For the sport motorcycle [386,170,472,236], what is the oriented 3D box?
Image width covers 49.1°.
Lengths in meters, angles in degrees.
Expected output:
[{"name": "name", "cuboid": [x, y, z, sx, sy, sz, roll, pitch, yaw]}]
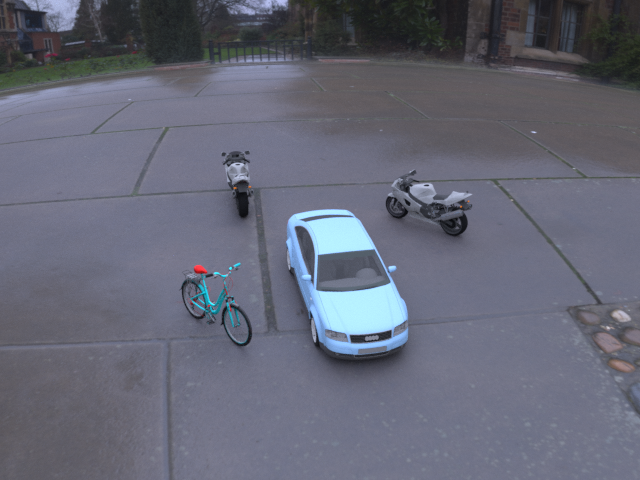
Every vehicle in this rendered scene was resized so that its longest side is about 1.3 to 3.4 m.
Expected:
[{"name": "sport motorcycle", "cuboid": [1.720, -0.591, 11.263, 1.520, 0.821, 0.506, 19, 33, 32]}]

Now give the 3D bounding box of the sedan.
[{"name": "sedan", "cuboid": [0.290, 0.387, 9.281, 1.235, 0.940, 3.137, -5, 28, -10]}]

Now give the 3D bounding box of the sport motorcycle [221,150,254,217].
[{"name": "sport motorcycle", "cuboid": [-1.395, -1.004, 12.045, 0.506, 0.821, 1.520, -6, 28, -10]}]

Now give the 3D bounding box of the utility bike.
[{"name": "utility bike", "cuboid": [-1.288, 0.690, 8.699, 1.435, 0.946, 0.535, 24, 36, 38]}]
